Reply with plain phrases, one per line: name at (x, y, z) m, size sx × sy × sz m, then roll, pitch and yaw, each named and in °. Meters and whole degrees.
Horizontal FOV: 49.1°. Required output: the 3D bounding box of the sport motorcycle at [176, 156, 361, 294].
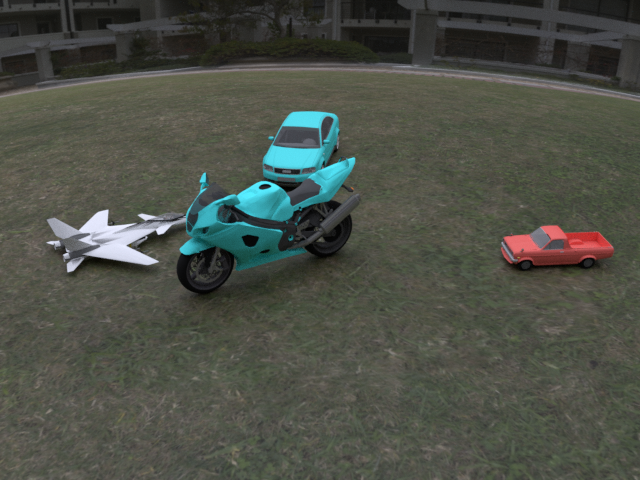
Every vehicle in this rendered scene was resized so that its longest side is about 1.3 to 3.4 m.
sport motorcycle at (-0.719, -0.244, 10.146) m, size 2.955 × 1.596 × 0.983 m, roll -17°, pitch 32°, yaw -29°

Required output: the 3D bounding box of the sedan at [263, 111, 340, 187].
sedan at (-0.341, -1.991, 14.196) m, size 1.235 × 0.940 × 3.137 m, roll 5°, pitch 28°, yaw 9°

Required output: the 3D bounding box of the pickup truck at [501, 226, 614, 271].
pickup truck at (3.616, 0.085, 10.689) m, size 1.603 × 0.511 × 0.640 m, roll -2°, pitch 28°, yaw -4°

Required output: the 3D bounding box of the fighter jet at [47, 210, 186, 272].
fighter jet at (-2.943, -0.251, 11.282) m, size 2.640 × 0.557 × 2.229 m, roll -18°, pitch 32°, yaw -30°
